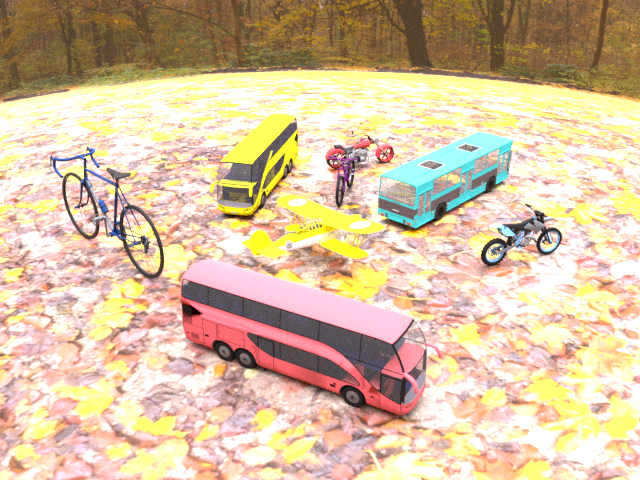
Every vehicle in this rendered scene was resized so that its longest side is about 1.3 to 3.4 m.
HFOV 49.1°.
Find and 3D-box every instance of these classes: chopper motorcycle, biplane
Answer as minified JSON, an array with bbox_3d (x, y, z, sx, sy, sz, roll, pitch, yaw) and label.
[{"bbox_3d":[0.847,-1.915,14.692,1.563,0.761,0.466,-11,29,-20],"label":"chopper motorcycle"},{"bbox_3d":[-0.166,-0.097,10.863,2.120,0.981,2.598,-17,31,-30],"label":"biplane"}]

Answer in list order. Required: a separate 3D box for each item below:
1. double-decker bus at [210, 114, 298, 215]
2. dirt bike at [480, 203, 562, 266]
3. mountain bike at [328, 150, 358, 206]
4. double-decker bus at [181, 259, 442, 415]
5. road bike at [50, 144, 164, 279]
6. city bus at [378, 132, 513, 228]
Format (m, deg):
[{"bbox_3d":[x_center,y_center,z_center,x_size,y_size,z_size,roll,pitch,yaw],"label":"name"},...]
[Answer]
[{"bbox_3d":[-1.153,-1.491,13.534,0.756,1.052,3.251,6,28,12],"label":"double-decker bus"},{"bbox_3d":[3.184,-0.073,10.953,1.493,0.857,0.527,-10,28,-18],"label":"dirt bike"},{"bbox_3d":[0.485,-1.244,13.251,0.573,0.868,1.469,7,28,13],"label":"mountain bike"},{"bbox_3d":[-0.214,1.123,8.378,3.251,1.052,0.756,14,30,26],"label":"double-decker bus"},{"bbox_3d":[-3.312,-0.488,10.888,0.697,1.656,3.004,-24,36,-39],"label":"road bike"},{"bbox_3d":[2.399,-1.141,13.017,0.926,0.894,3.255,23,35,37],"label":"city bus"}]
